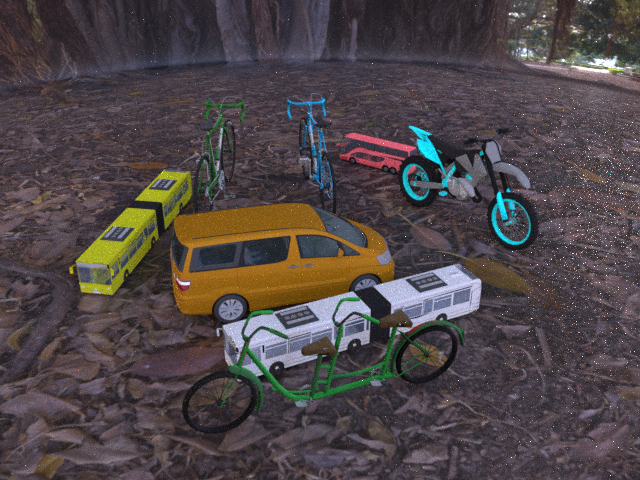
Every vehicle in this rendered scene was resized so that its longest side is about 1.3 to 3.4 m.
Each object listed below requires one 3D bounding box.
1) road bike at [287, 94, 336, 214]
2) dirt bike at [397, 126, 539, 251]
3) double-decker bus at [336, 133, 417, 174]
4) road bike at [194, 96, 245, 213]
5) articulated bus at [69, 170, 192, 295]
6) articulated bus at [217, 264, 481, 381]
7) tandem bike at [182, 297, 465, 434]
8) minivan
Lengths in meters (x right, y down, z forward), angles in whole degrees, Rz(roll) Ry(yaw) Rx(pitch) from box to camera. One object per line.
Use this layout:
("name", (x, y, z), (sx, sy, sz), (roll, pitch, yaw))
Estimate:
("road bike", (-0.072, -1.501, 12.115), (0.697, 1.656, 3.004), (-6, 28, -11))
("dirt bike", (2.303, -0.975, 11.110), (1.024, 1.666, 2.903), (-20, 34, -33))
("double-decker bus", (1.096, -1.694, 13.672), (1.672, 0.541, 0.389), (19, 33, 31))
("road bike", (-1.778, -1.429, 11.980), (0.697, 1.656, 3.004), (2, 28, 5))
("articulated bus", (-2.780, -0.235, 10.894), (0.605, 0.561, 3.401), (5, 28, 9))
("articulated bus", (0.457, 0.963, 8.629), (3.401, 0.561, 0.605), (-13, 30, -23))
("tandem bike", (0.127, 1.219, 7.327), (3.192, 1.326, 0.550), (-10, 29, -18))
("minivan", (-0.477, 0.187, 9.416), (3.011, 1.197, 1.324), (-8, 29, -14))
